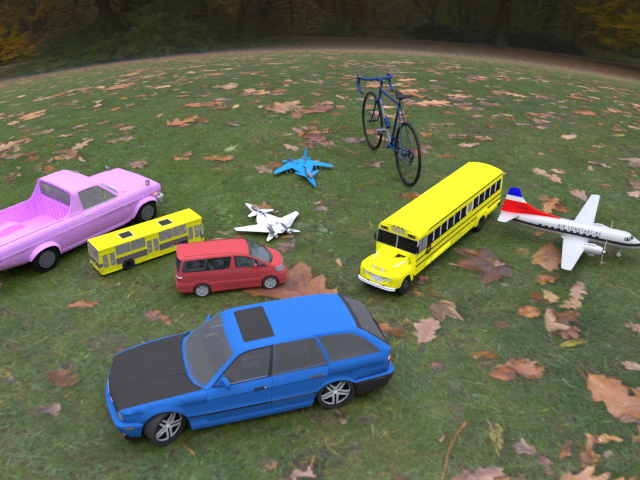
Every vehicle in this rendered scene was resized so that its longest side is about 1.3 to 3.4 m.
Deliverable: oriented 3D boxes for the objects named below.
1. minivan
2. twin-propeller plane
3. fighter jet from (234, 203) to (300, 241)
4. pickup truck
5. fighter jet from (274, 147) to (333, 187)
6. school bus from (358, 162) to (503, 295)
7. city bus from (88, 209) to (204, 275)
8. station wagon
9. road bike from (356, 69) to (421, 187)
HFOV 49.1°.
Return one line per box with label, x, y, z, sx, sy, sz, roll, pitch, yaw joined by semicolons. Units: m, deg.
minivan;-1.238;0.337;9.743;1.548;0.616;0.681;-6;30;-11
twin-propeller plane;3.805;-0.264;10.636;2.129;0.792;2.663;14;32;24
fighter jet;-0.917;-0.421;11.434;1.147;0.286;1.358;-17;33;-27
pickup truck;-3.927;-0.444;10.751;1.244;0.993;3.117;21;35;32
fighter jet;-0.274;-1.347;13.088;1.147;0.286;1.358;-8;30;-15
school bus;1.738;-0.252;10.560;0.709;0.844;3.322;20;35;32
city bus;-2.569;0.027;10.454;1.674;0.460;0.476;-21;35;-32
station wagon;-0.781;1.294;7.720;3.105;0.920;1.327;-9;30;-15
road bike;1.307;-2.177;13.168;0.696;1.656;3.004;-8;30;-14
